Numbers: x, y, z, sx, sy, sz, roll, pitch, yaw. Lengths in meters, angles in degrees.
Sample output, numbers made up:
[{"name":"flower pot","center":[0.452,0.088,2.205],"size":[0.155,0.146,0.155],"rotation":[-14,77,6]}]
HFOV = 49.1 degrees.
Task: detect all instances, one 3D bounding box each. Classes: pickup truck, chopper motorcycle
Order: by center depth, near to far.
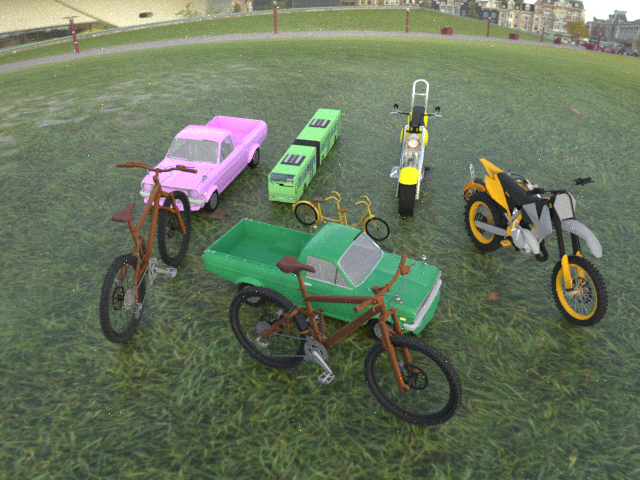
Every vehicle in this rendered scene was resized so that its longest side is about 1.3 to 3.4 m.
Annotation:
[{"name":"pickup truck","center":[0.015,0.356,9.238],"size":[3.117,0.993,1.244],"rotation":[13,33,22]},{"name":"chopper motorcycle","center":[3.103,-0.761,11.368],"size":[1.563,0.761,0.466],"rotation":[13,33,20]},{"name":"chopper motorcycle","center":[1.632,-1.666,12.198],"size":[0.906,1.480,3.040],"rotation":[5,31,9]},{"name":"pickup truck","center":[-1.970,-1.515,12.422],"size":[1.244,0.993,3.117],"rotation":[9,32,15]}]

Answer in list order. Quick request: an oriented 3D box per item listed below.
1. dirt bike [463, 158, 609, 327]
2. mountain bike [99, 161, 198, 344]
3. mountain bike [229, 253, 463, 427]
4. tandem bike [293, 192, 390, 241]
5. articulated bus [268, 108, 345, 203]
[{"name":"dirt bike","center":[2.860,-0.136,9.411],"size":[1.024,1.666,2.903],"rotation":[-13,33,-20]},{"name":"mountain bike","center":[-2.226,0.016,9.131],"size":[1.114,1.688,2.857],"rotation":[5,31,9]},{"name":"mountain bike","center":[0.180,0.984,7.484],"size":[2.857,1.688,1.114],"rotation":[16,34,26]},{"name":"tandem bike","center":[0.311,-0.414,10.854],"size":[1.642,0.682,0.283],"rotation":[13,33,21]},{"name":"articulated bus","center":[-0.209,-1.650,13.077],"size":[0.605,0.561,3.401],"rotation":[8,31,13]}]
